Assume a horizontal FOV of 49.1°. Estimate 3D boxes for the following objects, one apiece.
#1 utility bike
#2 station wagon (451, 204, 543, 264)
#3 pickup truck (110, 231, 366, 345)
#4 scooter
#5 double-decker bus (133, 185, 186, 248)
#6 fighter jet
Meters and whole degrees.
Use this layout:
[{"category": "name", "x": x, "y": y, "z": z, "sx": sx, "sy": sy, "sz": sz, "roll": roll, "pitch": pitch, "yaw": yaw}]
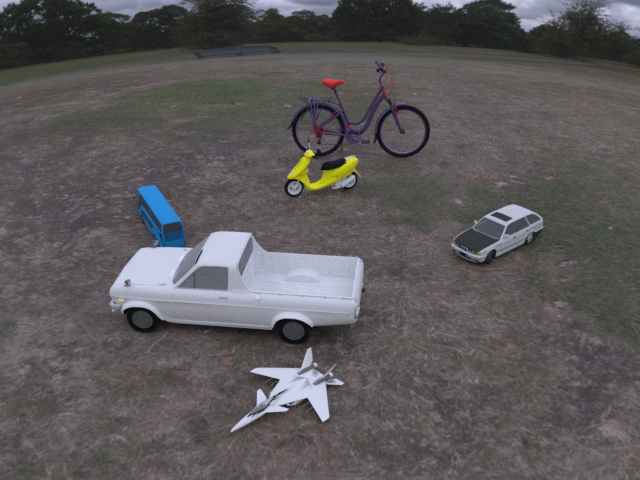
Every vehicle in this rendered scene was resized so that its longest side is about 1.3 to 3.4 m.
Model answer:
[{"category": "utility bike", "x": 0.743, "y": -2.523, "z": 13.532, "sx": 2.791, "sy": 1.839, "sz": 1.039, "roll": 1, "pitch": 28, "yaw": 3}, {"category": "station wagon", "x": 2.667, "y": -0.133, "z": 10.485, "sx": 1.597, "sy": 0.473, "sz": 0.682, "roll": -21, "pitch": 35, "yaw": -34}, {"category": "pickup truck", "x": -1.002, "y": 0.501, "z": 8.737, "sx": 3.117, "sy": 0.993, "sz": 1.244, "roll": 3, "pitch": 28, "yaw": 6}, {"category": "scooter", "x": 0.050, "y": -1.246, "z": 12.108, "sx": 1.399, "sy": 0.919, "sz": 0.662, "roll": -9, "pitch": 29, "yaw": -16}, {"category": "double-decker bus", "x": -2.499, "y": -0.362, "z": 10.845, "sx": 0.389, "sy": 0.541, "sz": 1.672, "roll": -13, "pitch": 31, "yaw": -23}, {"category": "fighter jet", "x": -0.417, "y": 1.615, "z": 7.392, "sx": 1.147, "sy": 0.286, "sz": 1.358, "roll": 25, "pitch": 37, "yaw": 38}]
